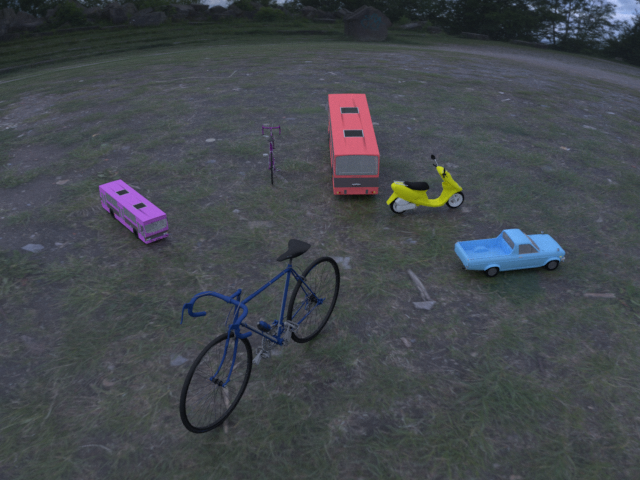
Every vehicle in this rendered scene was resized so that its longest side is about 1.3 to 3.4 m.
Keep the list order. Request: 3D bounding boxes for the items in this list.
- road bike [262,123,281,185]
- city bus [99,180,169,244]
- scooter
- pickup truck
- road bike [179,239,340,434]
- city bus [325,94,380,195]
[{"bbox_3d":[-0.919,-1.673,13.319,0.358,0.852,1.545,-2,31,-3],"label":"road bike"},{"bbox_3d":[-3.118,-0.475,11.671,0.476,0.460,1.674,-23,37,-33],"label":"city bus"},{"bbox_3d":[1.831,-0.904,11.947,1.399,0.919,0.662,-6,31,-10],"label":"scooter"},{"bbox_3d":[2.864,0.152,10.557,1.603,0.511,0.640,-6,31,-9],"label":"pickup truck"},{"bbox_3d":[-0.584,0.937,8.096,0.697,1.656,3.004,19,35,29],"label":"road bike"},{"bbox_3d":[0.604,-1.896,13.656,0.926,0.894,3.255,-1,31,-1],"label":"city bus"}]
